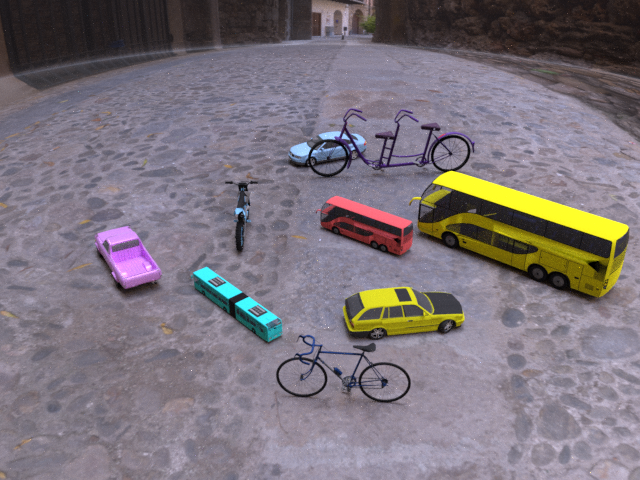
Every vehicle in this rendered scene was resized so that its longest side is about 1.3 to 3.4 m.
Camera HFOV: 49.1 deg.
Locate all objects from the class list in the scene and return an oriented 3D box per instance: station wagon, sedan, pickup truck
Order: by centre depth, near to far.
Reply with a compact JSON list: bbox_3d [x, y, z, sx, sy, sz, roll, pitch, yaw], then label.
[{"bbox_3d":[1.123,0.916,9.305,1.597,0.473,0.682,-4,31,-7],"label":"station wagon"},{"bbox_3d":[-2.897,0.209,10.469,0.640,0.511,1.603,-17,34,-26],"label":"pickup truck"},{"bbox_3d":[0.149,-1.869,14.026,1.613,0.483,0.635,-12,33,-19],"label":"sedan"}]

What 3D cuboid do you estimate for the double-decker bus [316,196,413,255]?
[{"bbox_3d":[0.705,-0.256,11.229,1.672,0.541,0.389,21,37,32],"label":"double-decker bus"}]

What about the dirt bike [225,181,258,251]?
[{"bbox_3d":[-1.261,-0.489,11.313,0.527,0.857,1.493,0,30,0],"label":"dirt bike"}]

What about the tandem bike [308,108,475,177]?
[{"bbox_3d":[1.361,-1.824,13.120,3.192,1.326,0.550,-3,31,-5],"label":"tandem bike"}]

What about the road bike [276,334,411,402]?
[{"bbox_3d":[0.263,1.493,7.951,1.545,0.852,0.358,3,31,5],"label":"road bike"}]

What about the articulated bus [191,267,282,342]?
[{"bbox_3d":[-1.160,0.854,9.591,0.311,0.289,1.749,-25,38,-35],"label":"articulated bus"}]

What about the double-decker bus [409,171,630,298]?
[{"bbox_3d":[2.904,-0.174,10.587,3.251,1.052,0.756,23,38,34],"label":"double-decker bus"}]
